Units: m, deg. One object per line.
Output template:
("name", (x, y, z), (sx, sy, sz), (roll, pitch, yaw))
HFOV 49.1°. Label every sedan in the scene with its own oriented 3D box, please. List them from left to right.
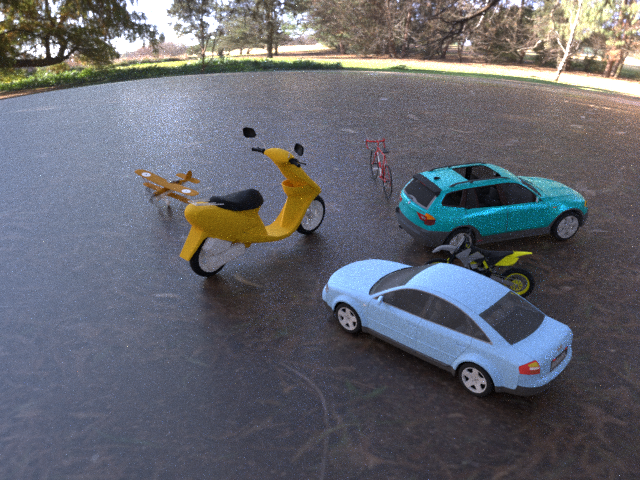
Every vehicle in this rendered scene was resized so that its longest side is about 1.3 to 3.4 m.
("sedan", (1.390, 0.813, 8.290), (3.137, 0.940, 1.235), (22, 34, 37))

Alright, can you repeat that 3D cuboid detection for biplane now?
("biplane", (-2.583, -0.933, 12.320), (1.336, 0.504, 1.090), (14, 30, 26))

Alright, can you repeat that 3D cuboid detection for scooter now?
("scooter", (-0.896, -0.591, 10.180), (2.721, 1.786, 1.288), (-24, 35, -39))

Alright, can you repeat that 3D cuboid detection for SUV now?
("SUV", (2.711, -0.596, 10.932), (3.058, 1.128, 1.276), (-9, 28, -17))

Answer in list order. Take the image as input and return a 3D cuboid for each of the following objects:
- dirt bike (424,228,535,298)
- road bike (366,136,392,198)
("dirt bike", (2.112, 0.349, 9.324), (1.493, 0.857, 0.527), (6, 27, 13))
("road bike", (1.114, -1.357, 12.787), (0.358, 0.852, 1.545), (-4, 27, -9))
